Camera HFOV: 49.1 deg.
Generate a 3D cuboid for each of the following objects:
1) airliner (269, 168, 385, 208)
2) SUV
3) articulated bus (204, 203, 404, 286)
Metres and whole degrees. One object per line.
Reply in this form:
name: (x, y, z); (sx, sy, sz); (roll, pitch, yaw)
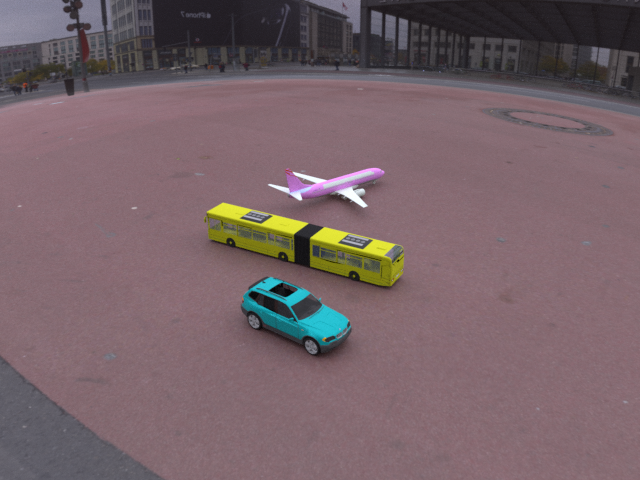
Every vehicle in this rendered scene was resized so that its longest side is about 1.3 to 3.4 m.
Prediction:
airliner: (0.318, -1.222, 13.320); (2.541, 0.835, 2.257); (-20, 33, -35)
SUV: (-0.331, 0.951, 9.208); (1.572, 0.580, 0.656); (19, 32, 33)
articulated bus: (-0.327, 0.034, 11.085); (3.401, 0.561, 0.605); (14, 30, 26)
